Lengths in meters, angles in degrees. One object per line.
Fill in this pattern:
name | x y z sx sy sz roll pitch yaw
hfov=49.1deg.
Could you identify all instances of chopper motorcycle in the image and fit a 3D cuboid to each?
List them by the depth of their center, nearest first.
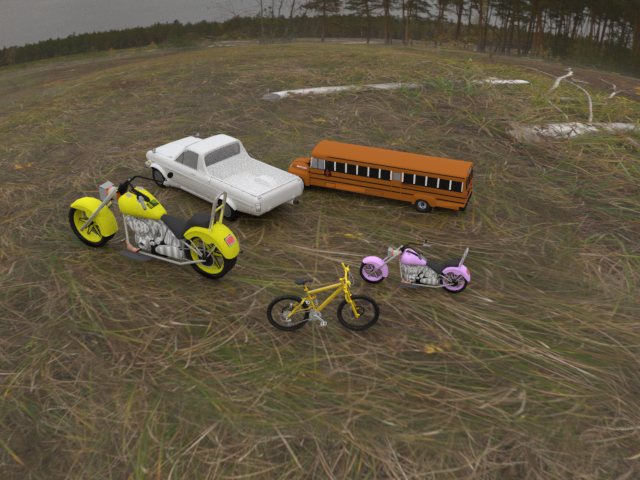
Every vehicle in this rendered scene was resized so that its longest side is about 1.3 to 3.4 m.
chopper motorcycle | 1.341 0.351 9.892 1.563 0.761 0.466 8 31 13
chopper motorcycle | -2.539 -0.323 10.328 3.040 1.480 0.906 14 33 23

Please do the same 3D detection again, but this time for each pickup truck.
pickup truck | -1.755 -1.239 12.361 3.117 0.993 1.244 25 38 35

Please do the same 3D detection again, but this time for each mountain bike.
mountain bike | 0.042 0.815 8.999 1.469 0.868 0.573 0 31 -1

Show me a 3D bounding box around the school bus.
school bus | 0.994 -1.156 12.368 3.322 0.844 0.709 11 32 18
